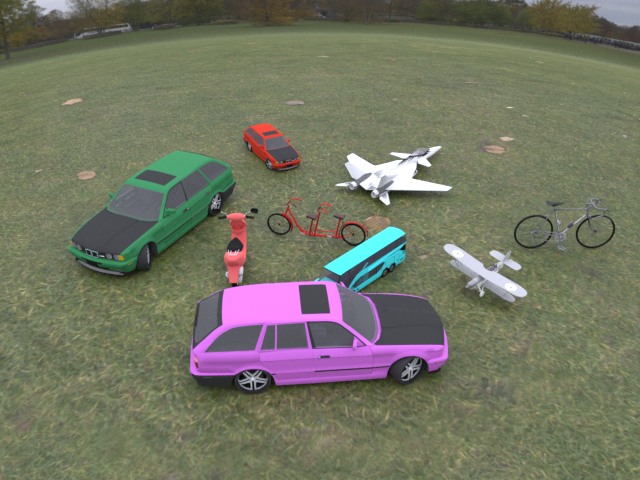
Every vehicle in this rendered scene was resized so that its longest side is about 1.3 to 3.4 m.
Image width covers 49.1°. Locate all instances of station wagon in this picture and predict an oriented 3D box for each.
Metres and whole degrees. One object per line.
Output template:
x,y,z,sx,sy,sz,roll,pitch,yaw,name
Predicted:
-0.002,1.068,8.473,3.105,0.920,1.327,-3,32,-4,station wagon
-0.947,-1.856,13.651,0.682,0.473,1.597,-16,35,-24,station wagon
-2.605,-0.569,11.133,1.327,0.920,3.105,14,34,22,station wagon

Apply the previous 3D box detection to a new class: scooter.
-1.216,0.023,10.172,0.662,0.919,1.399,-1,32,-1,scooter

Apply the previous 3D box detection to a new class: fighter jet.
1.553,-1.466,12.938,2.229,0.557,2.640,24,39,33,fighter jet

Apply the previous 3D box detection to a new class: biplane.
2.383,0.470,9.840,1.090,0.504,1.336,-28,41,-37,biplane

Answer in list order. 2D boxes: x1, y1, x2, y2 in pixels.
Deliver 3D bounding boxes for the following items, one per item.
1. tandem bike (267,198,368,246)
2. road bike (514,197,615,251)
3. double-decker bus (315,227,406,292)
-0.049,-0.283,10.896,1.642,0.682,0.283,8,33,13,tandem bike
3.744,-0.235,10.655,1.545,0.852,0.358,0,32,0,road bike
0.608,0.372,9.966,0.389,0.541,1.672,26,40,35,double-decker bus
